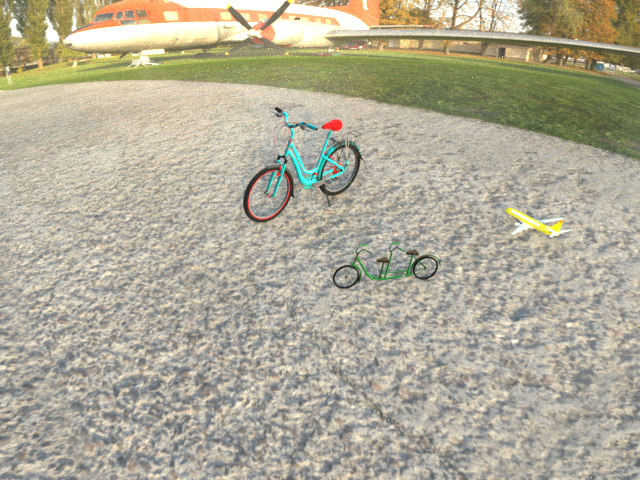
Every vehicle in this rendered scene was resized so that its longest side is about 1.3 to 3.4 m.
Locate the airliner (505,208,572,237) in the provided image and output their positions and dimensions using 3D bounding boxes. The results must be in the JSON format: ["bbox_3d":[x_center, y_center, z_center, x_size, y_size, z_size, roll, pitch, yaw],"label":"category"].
[{"bbox_3d":[3.569,-0.379,11.739,1.161,0.429,1.307,-15,32,-26],"label":"airliner"}]

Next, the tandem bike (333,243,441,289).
[{"bbox_3d":[0.984,0.350,10.143,1.642,0.682,0.283,-6,29,-11],"label":"tandem bike"}]

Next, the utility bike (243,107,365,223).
[{"bbox_3d":[-0.147,-1.356,12.057,2.791,1.839,1.039,-23,36,-36],"label":"utility bike"}]
